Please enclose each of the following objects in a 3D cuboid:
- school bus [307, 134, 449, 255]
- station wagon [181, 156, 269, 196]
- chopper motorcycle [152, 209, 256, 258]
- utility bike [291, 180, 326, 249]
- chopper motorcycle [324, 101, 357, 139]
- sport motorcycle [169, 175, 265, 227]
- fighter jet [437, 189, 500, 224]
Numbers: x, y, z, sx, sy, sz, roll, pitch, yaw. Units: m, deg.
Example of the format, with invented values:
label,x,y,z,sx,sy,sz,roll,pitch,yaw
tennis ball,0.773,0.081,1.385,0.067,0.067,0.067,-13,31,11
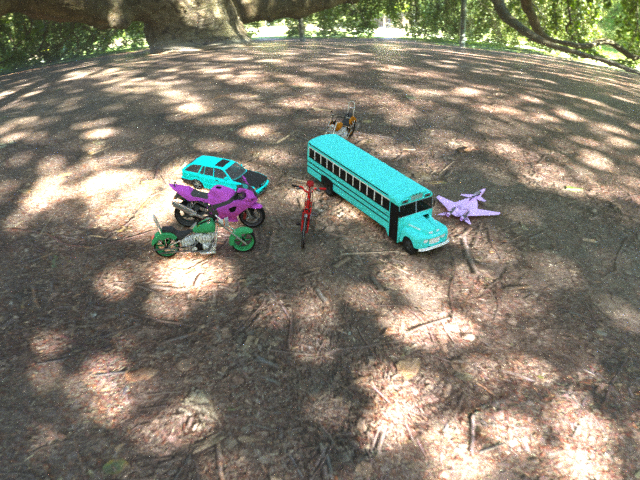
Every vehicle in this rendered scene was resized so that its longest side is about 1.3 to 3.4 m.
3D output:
label,x,y,z,sx,sy,sz,roll,pitch,yaw
school bus,0.904,-0.835,11.733,0.709,0.844,3.322,-18,35,-27
station wagon,-1.713,-1.175,12.663,1.597,0.473,0.682,13,33,20
chopper motorcycle,-1.765,-0.108,10.598,1.563,0.761,0.466,-5,31,-9
utility bike,-0.161,-0.526,11.116,0.535,0.946,1.435,2,31,3
chopper motorcycle,0.349,-2.235,14.157,0.466,0.761,1.563,14,34,23
sport motorcycle,-1.649,-0.577,11.324,1.520,0.821,0.506,1,31,1
fighter jet,2.598,-0.709,12.066,1.147,0.286,1.358,19,36,28
